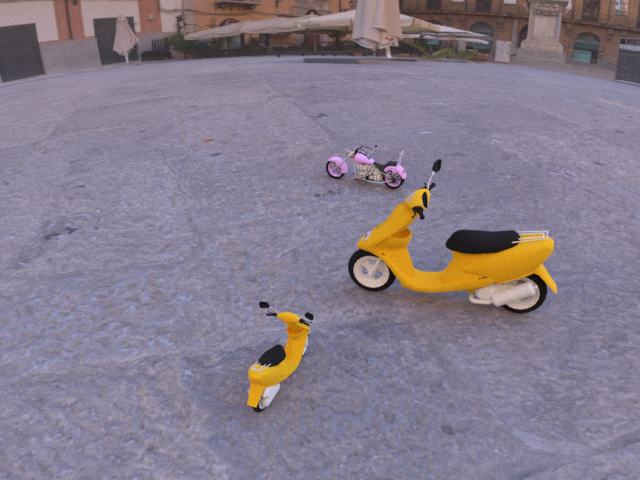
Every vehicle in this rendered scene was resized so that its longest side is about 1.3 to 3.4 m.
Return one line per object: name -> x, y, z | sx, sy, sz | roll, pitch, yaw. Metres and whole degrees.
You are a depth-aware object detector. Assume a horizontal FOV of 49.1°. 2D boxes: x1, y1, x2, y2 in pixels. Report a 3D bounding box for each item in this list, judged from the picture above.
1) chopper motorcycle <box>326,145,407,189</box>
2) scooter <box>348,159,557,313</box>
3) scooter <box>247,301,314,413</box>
chopper motorcycle -> 0.827, -1.372, 12.682 | 1.563, 0.761, 0.466 | 14, 31, 24
scooter -> 1.695, 0.037, 8.990 | 2.721, 1.786, 1.288 | 8, 29, 14
scooter -> -0.433, 1.211, 7.727 | 0.662, 0.919, 1.399 | 12, 30, 21
